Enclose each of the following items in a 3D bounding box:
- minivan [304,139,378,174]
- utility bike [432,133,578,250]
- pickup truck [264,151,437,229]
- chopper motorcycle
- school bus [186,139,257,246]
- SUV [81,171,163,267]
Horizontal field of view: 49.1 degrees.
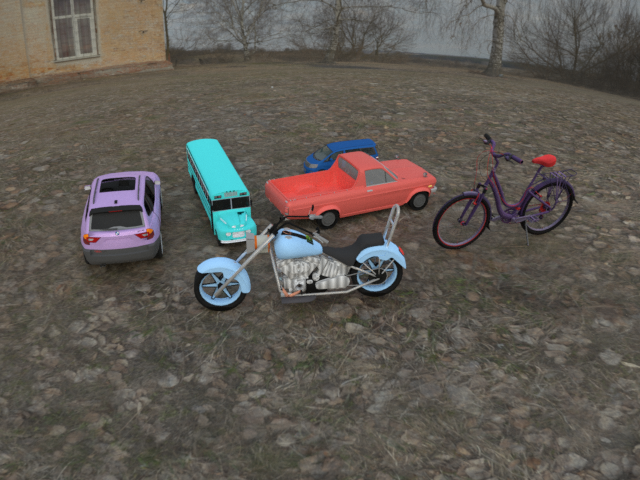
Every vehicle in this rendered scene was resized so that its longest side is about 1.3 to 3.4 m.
[{"bbox_3d":[0.428,-1.695,14.538,1.548,0.616,0.681,-8,29,-15],"label":"minivan"},{"bbox_3d":[3.158,-0.732,11.375,2.791,1.839,1.039,-9,29,-17],"label":"utility bike"},{"bbox_3d":[0.590,-1.015,12.829,3.117,0.993,1.244,-12,30,-22],"label":"pickup truck"},{"bbox_3d":[-0.273,0.244,9.895,3.040,1.480,0.906,-3,28,-6],"label":"chopper motorcycle"},{"bbox_3d":[-1.850,-0.936,12.839,0.709,0.844,3.322,-9,29,-16],"label":"school bus"},{"bbox_3d":[-3.332,-0.591,11.872,1.276,1.128,3.058,-5,28,-10],"label":"SUV"}]
